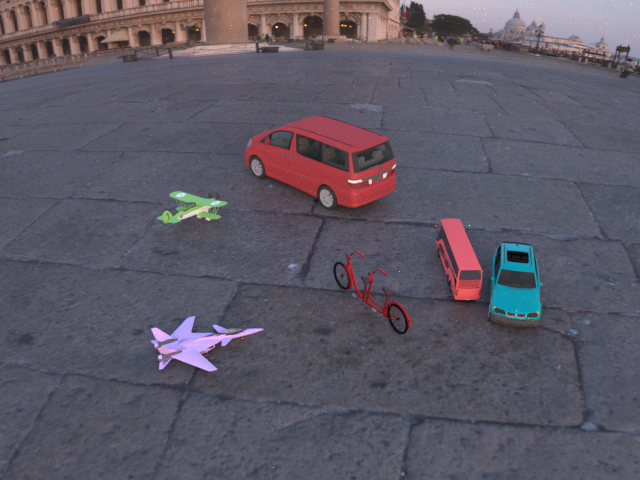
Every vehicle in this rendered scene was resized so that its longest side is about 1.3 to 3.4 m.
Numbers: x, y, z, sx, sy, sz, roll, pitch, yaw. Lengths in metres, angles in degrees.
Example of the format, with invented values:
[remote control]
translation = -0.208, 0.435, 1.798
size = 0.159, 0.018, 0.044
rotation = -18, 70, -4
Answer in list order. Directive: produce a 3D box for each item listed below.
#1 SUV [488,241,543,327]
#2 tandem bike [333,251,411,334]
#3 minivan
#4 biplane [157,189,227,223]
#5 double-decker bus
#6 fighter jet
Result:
[SUV]
translation = 2.581, 0.551, 9.263
size = 0.656, 0.580, 1.572
rotation = 6, 29, 11
[tandem bike]
translation = 0.639, 0.619, 9.034
size = 0.283, 0.682, 1.642
rotation = -18, 33, -29
[minivan]
translation = -0.082, -1.519, 12.388
size = 1.324, 1.197, 3.011
rotation = -25, 37, -38
[biplane]
translation = -2.079, -0.478, 11.213
size = 1.336, 0.504, 1.090
rotation = 23, 36, 36
[double-decker bus]
translation = 1.937, 0.223, 9.900
size = 0.389, 0.541, 1.672
rotation = -1, 29, -1
[fighter jet]
translation = -1.331, 1.156, 8.468
size = 1.358, 0.286, 1.147
rotation = -11, 31, -19
